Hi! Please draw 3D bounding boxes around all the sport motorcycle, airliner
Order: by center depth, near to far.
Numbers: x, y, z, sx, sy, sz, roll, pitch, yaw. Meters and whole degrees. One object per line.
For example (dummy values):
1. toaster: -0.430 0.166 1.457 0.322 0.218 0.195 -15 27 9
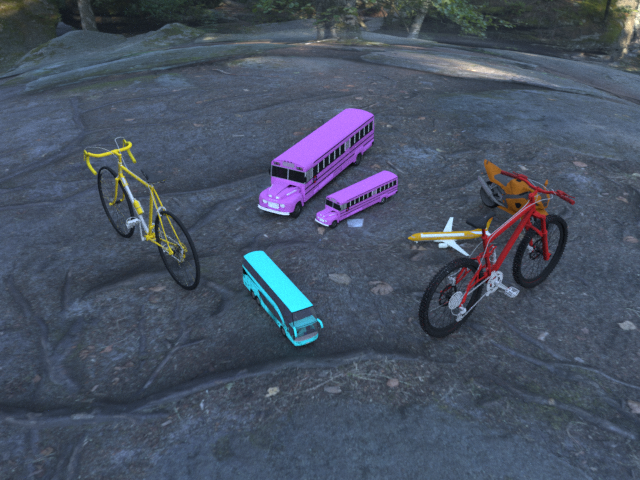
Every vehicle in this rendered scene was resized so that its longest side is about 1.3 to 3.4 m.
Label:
1. airliner: 2.010 -0.146 10.778 1.307 0.429 1.161 -1 31 -2
2. sport motorcycle: 3.146 -0.703 11.326 0.506 0.821 1.520 -17 35 -26

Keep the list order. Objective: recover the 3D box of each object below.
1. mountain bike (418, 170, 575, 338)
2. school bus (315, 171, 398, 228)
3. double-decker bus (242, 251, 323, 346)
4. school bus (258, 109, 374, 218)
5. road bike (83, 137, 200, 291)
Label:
1. mountain bike: 2.341 0.185 9.002 2.857 1.688 1.114 -22 37 -32
2. school bus: 0.619 -0.688 11.677 1.708 0.434 0.365 -27 40 -37
3. double-decker bus: -0.535 0.754 9.167 0.389 0.541 1.672 -16 34 -25
4. school bus: -0.005 -1.431 12.518 0.709 0.844 3.322 15 34 24
5. road bike: -2.553 -0.426 10.052 0.697 1.656 3.004 -23 38 -33
